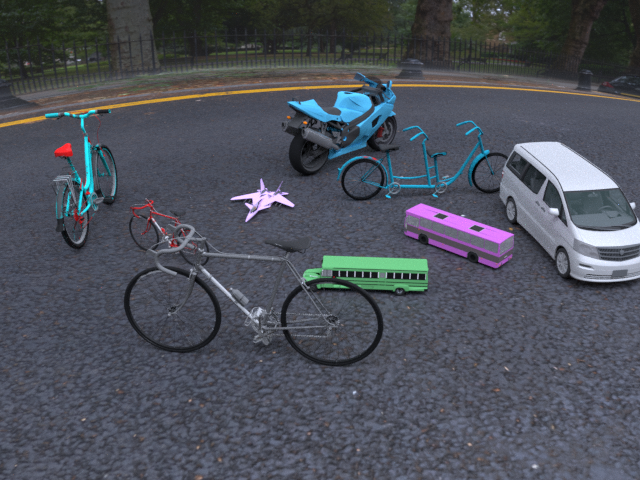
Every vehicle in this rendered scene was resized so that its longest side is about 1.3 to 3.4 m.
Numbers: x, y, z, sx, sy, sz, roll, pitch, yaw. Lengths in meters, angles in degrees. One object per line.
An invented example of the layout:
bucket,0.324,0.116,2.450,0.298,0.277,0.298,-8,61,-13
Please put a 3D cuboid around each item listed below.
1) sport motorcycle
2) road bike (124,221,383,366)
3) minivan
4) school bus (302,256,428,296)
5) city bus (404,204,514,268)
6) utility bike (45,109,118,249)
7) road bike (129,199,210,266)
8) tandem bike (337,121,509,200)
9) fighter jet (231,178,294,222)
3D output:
sport motorcycle,0.505,-2.298,13.785,2.955,1.596,0.983,-23,34,-37
road bike,-0.786,0.648,7.829,3.004,1.656,0.697,4,27,7
minivan,3.806,-0.494,10.625,1.324,1.197,3.011,-4,27,-8
school bus,0.609,0.472,9.546,1.708,0.434,0.365,2,27,4
city bus,2.071,-0.064,10.589,1.674,0.460,0.476,23,34,38
utility bike,-3.815,-1.084,11.088,1.039,1.839,2.791,0,27,1
road bike,-2.237,-0.110,10.244,1.545,0.852,0.358,15,30,27
tandem bike,1.875,-1.364,12.220,3.192,1.326,0.550,-3,27,-7
fighter jet,-1.029,-0.669,11.993,1.147,0.286,1.358,7,27,14
